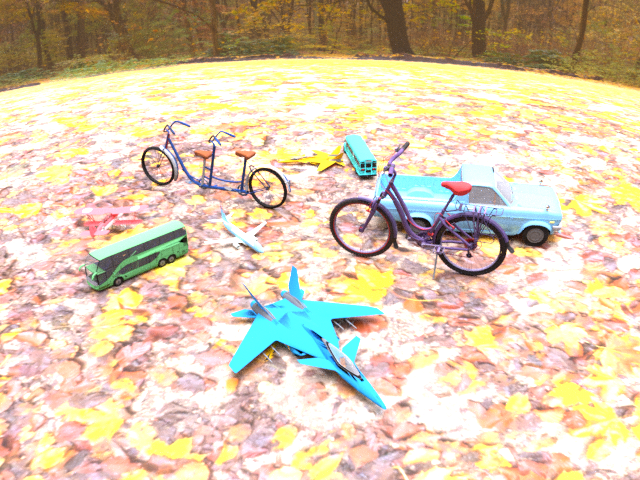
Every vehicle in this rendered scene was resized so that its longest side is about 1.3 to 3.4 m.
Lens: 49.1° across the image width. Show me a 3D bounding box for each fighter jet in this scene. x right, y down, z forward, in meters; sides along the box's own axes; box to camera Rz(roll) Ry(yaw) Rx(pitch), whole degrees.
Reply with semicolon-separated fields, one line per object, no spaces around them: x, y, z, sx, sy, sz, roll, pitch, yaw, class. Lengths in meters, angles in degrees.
-0.190;-1.689;14.250;1.358;0.286;1.147;-3;28;-6;fighter jet
-0.002;1.195;8.602;2.229;0.557;2.640;-17;33;-29;fighter jet

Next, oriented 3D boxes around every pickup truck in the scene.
2.417;-0.683;11.633;3.117;0.993;1.244;4;29;8;pickup truck

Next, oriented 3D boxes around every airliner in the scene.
-1.276;-0.159;11.254;1.161;0.429;1.307;-20;34;-32;airliner

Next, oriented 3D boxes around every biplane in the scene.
-3.484;-0.304;11.444;1.336;0.504;1.090;6;29;12;biplane

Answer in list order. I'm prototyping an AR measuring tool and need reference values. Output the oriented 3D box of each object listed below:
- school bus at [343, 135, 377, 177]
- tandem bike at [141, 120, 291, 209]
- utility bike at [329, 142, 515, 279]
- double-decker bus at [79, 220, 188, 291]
0.789;-1.735;14.180;0.365;0.434;1.708;-5;29;-8;school bus
-1.949;-1.378;12.575;3.192;1.326;0.550;13;31;22;tandem bike
1.425;-0.344;10.111;2.791;1.839;1.039;9;30;17;utility bike
-2.730;0.227;10.418;0.389;0.541;1.672;25;37;38;double-decker bus
